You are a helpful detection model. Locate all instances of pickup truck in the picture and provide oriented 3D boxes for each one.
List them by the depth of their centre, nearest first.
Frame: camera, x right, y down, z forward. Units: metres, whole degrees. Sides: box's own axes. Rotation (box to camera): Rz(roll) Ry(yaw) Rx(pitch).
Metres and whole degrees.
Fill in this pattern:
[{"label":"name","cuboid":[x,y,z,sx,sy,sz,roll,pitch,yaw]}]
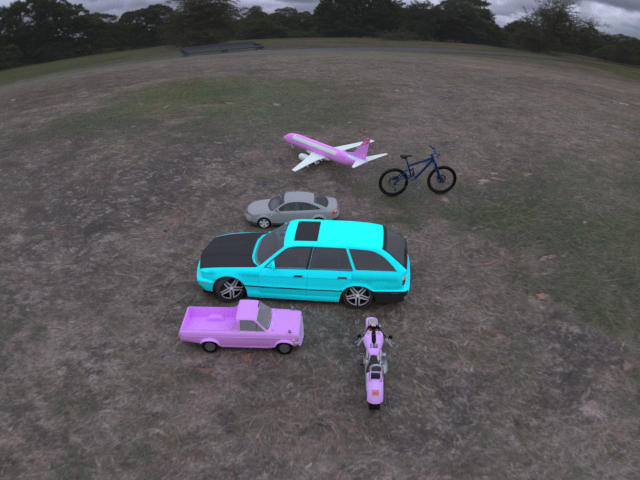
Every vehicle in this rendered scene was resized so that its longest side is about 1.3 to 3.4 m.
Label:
[{"label":"pickup truck","cuboid":[-1.013,1.094,9.137,1.603,0.511,0.640,1,30,2]}]

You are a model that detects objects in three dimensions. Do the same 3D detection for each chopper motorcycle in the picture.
[{"label":"chopper motorcycle","cuboid":[0.646,1.344,8.446,0.466,0.761,1.563,1,30,2]}]

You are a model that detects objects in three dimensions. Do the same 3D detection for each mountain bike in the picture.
[{"label":"mountain bike","cuboid":[1.803,-1.220,12.833,1.469,0.868,0.573,-3,30,-6]}]

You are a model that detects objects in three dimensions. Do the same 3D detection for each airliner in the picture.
[{"label":"airliner","cuboid":[0.105,-1.980,14.199,2.257,0.835,2.541,-25,38,-37]}]

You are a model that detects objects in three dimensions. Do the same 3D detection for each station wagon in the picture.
[{"label":"station wagon","cuboid":[-0.243,0.253,10.198,3.105,0.920,1.327,3,30,5]}]

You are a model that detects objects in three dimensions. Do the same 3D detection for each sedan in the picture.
[{"label":"sedan","cuboid":[-0.479,-0.549,12.045,1.613,0.483,0.635,0,30,-1]}]
